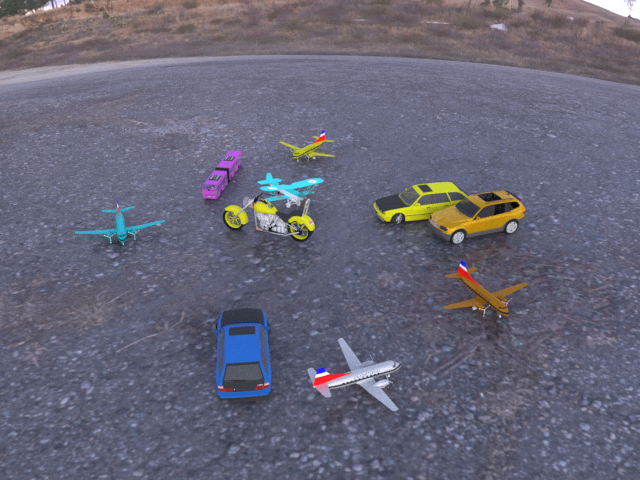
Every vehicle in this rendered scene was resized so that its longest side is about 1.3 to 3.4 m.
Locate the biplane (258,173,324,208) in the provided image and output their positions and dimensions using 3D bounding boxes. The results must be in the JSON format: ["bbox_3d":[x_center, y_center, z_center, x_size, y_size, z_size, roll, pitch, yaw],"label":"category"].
[{"bbox_3d":[-0.571,-0.872,12.019,1.336,0.504,1.090,-23,36,-36],"label":"biplane"}]

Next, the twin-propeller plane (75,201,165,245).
[{"bbox_3d":[-3.145,-0.279,11.019,1.370,0.407,1.095,-8,29,-15],"label":"twin-propeller plane"}]

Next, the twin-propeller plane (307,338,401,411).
[{"bbox_3d":[0.427,1.465,7.772,1.095,0.407,1.370,-12,30,-21],"label":"twin-propeller plane"}]

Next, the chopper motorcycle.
[{"bbox_3d":[-0.815,-0.408,10.884,1.563,0.761,0.466,11,30,20],"label":"chopper motorcycle"}]

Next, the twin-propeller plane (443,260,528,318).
[{"bbox_3d":[2.153,0.659,9.274,1.370,0.407,1.095,-13,31,-23],"label":"twin-propeller plane"}]

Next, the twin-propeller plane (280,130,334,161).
[{"bbox_3d":[-0.208,-1.878,13.994,1.370,0.407,1.095,19,34,31],"label":"twin-propeller plane"}]

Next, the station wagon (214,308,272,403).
[{"bbox_3d":[-0.894,1.225,8.149,0.682,0.473,1.597,-3,28,-5],"label":"station wagon"}]

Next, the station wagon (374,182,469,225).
[{"bbox_3d":[1.693,-0.644,11.627,1.597,0.473,0.682,-7,29,-12],"label":"station wagon"}]

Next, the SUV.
[{"bbox_3d":[2.488,-0.401,11.062,1.572,0.580,0.656,-10,30,-18],"label":"SUV"}]

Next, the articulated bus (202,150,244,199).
[{"bbox_3d":[-1.777,-1.221,12.896,0.311,0.289,1.749,4,29,8],"label":"articulated bus"}]
